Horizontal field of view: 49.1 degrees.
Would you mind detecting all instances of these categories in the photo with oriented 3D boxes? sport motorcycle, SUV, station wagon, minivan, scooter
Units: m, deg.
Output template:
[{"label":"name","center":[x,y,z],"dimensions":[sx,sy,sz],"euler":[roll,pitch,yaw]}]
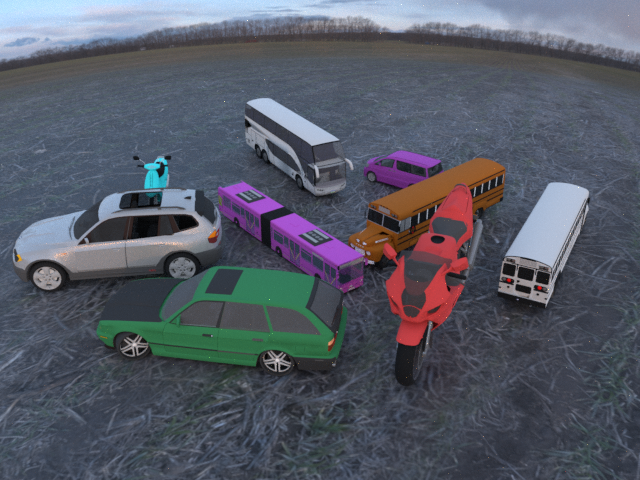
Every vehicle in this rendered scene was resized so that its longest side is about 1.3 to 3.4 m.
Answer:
[{"label":"sport motorcycle","center":[1.452,0.480,8.828],"dimensions":[0.983,1.596,2.955],"euler":[11,30,19]},{"label":"SUV","center":[-2.947,-0.088,10.362],"dimensions":[3.058,1.128,1.276],"euler":[-4,29,-7]},{"label":"station wagon","center":[-1.233,0.889,8.782],"dimensions":[3.105,0.920,1.327],"euler":[4,29,8]},{"label":"minivan","center":[1.552,-1.332,13.185],"dimensions":[1.548,0.616,0.681],"euler":[21,35,34]},{"label":"scooter","center":[-2.923,-1.135,12.506],"dimensions":[0.662,0.919,1.399],"euler":[-1,29,-2]}]

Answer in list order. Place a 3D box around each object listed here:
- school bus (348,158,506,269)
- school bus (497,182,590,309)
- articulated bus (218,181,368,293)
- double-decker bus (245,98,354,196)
[{"label":"school bus","center":[1.777,-0.497,11.410],"dimensions":[3.322,0.844,0.709],"euler":[-24,37,-37]},{"label":"school bus","center":[3.498,-0.074,10.633],"dimensions":[0.709,0.844,3.322],"euler":[14,32,24]},{"label":"articulated bus","center":[-0.554,-0.121,11.015],"dimensions":[0.605,0.561,3.401],"euler":[-20,34,-32]},{"label":"double-decker bus","center":[-0.526,-1.845,13.672],"dimensions":[0.756,1.052,3.251],"euler":[-15,32,-26]}]
